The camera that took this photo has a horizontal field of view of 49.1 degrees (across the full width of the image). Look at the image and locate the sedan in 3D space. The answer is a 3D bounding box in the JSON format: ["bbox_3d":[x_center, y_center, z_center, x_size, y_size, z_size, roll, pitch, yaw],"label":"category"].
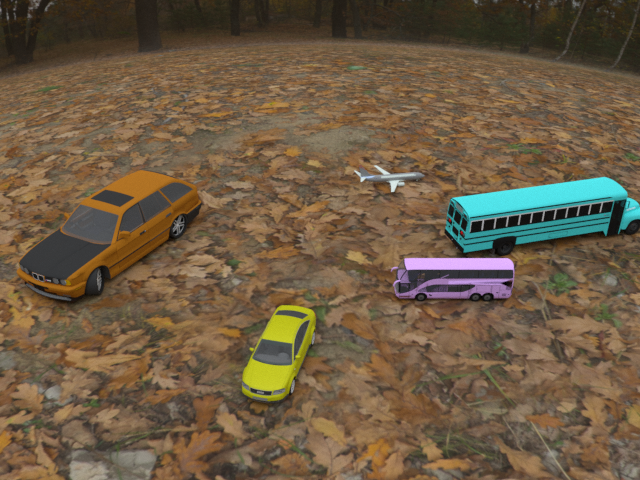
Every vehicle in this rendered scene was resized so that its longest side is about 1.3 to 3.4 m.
[{"bbox_3d":[-0.481,1.311,8.501,0.635,0.483,1.613,7,31,12],"label":"sedan"}]

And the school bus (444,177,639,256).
[{"bbox_3d":[3.648,-0.407,11.083,3.322,0.844,0.709,-8,31,-14],"label":"school bus"}]

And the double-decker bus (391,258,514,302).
[{"bbox_3d":[1.837,0.543,9.758,1.672,0.541,0.389,0,30,0],"label":"double-decker bus"}]

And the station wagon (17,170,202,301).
[{"bbox_3d":[-3.147,-0.215,10.679,1.327,0.920,3.105,15,33,24],"label":"station wagon"}]

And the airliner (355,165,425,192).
[{"bbox_3d":[1.320,-1.239,12.917,1.307,0.429,1.161,-6,31,-10],"label":"airliner"}]
